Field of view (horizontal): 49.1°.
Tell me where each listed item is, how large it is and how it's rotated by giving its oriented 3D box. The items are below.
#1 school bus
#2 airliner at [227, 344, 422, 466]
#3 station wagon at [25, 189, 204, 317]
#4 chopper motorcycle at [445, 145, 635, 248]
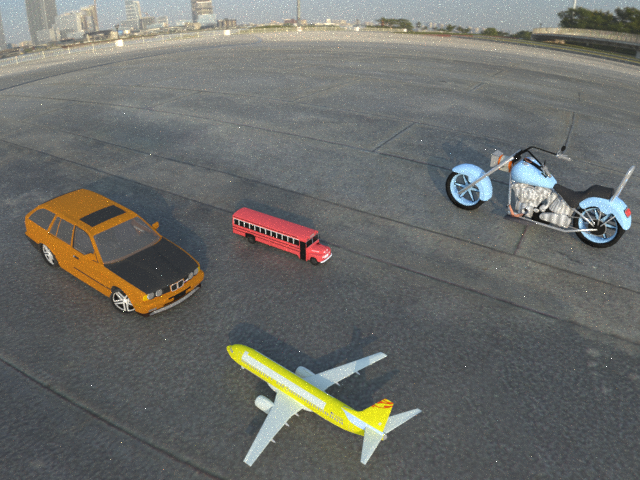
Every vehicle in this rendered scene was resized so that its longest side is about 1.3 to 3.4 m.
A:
[{"bbox_3d":[-0.594,-0.067,10.891,1.708,0.434,0.365,18,35,28],"label":"school bus"},{"bbox_3d":[-0.194,1.545,7.781,2.541,0.835,2.257,24,38,35],"label":"airliner"},{"bbox_3d":[-3.053,0.057,10.205,3.105,0.920,1.327,24,38,34],"label":"station wagon"},{"bbox_3d":[3.444,-0.855,11.194,3.040,1.480,0.906,21,37,32],"label":"chopper motorcycle"}]
